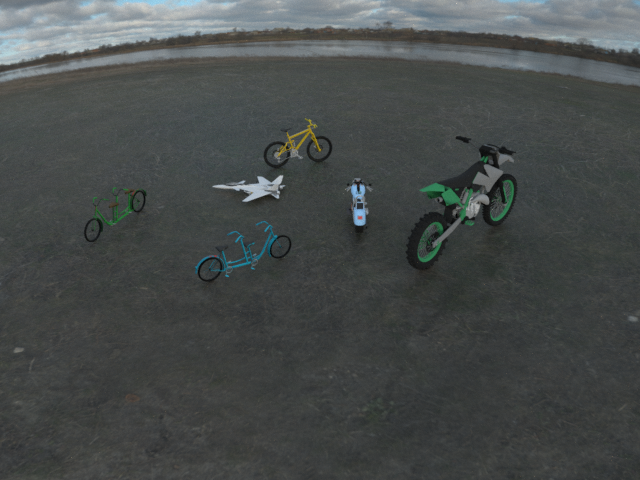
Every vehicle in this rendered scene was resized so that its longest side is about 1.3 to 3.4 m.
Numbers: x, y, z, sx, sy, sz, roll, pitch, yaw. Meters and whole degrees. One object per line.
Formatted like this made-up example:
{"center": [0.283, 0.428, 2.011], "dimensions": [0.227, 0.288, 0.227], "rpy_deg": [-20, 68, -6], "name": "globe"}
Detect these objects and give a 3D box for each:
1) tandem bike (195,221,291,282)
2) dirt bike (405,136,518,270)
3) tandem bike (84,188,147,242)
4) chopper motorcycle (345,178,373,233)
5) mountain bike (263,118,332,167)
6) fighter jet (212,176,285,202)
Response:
{"center": [-1.131, 0.151, 10.509], "dimensions": [1.642, 0.682, 0.283], "rpy_deg": [-18, 33, -30], "name": "tandem bike"}
{"center": [2.315, -0.660, 10.974], "dimensions": [1.024, 1.666, 2.903], "rpy_deg": [25, 37, 38], "name": "dirt bike"}
{"center": [-3.437, -0.551, 11.805], "dimensions": [0.283, 0.682, 1.642], "rpy_deg": [12, 31, 21], "name": "tandem bike"}
{"center": [0.659, -0.713, 12.020], "dimensions": [0.466, 0.761, 1.563], "rpy_deg": [0, 28, 0], "name": "chopper motorcycle"}
{"center": [-0.437, -1.928, 14.152], "dimensions": [1.469, 0.868, 0.573], "rpy_deg": [-10, 30, -18], "name": "mountain bike"}
{"center": [-1.371, -1.036, 13.116], "dimensions": [1.358, 0.286, 1.147], "rpy_deg": [4, 29, 8], "name": "fighter jet"}
